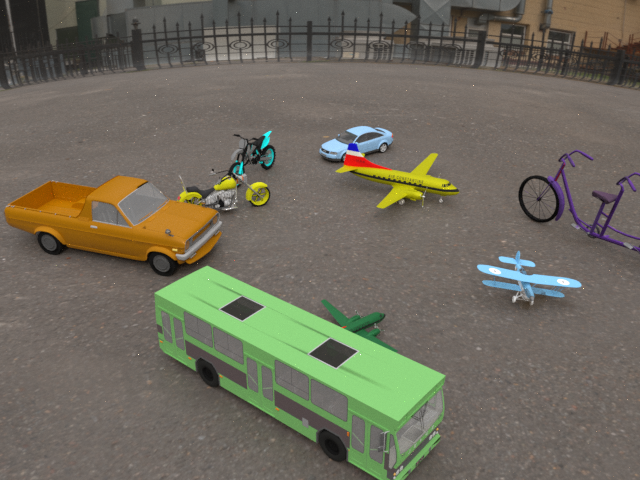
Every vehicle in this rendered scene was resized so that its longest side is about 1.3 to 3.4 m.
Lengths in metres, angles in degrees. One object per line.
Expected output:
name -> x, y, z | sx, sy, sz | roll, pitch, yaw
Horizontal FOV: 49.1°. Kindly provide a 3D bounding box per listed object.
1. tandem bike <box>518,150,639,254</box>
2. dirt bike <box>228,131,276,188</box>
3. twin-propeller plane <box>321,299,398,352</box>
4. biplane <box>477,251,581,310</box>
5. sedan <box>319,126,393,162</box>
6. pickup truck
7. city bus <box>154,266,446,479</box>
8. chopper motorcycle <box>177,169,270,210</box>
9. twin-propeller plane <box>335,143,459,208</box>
tandem bike -> 4.194, -0.436, 10.062 | 0.550, 1.326, 3.192 | -20, 34, -33
dirt bike -> -1.218, -1.511, 12.607 | 0.527, 0.857, 1.493 | 14, 31, 25
twin-propeller plane -> 0.370, 1.012, 8.298 | 1.095, 0.407, 1.370 | -20, 33, -32
biplane -> 2.679, 0.510, 9.147 | 1.336, 0.504, 1.090 | 1, 28, 3
sedan -> 0.723, -1.942, 13.825 | 1.613, 0.483, 0.635 | -18, 33, -31
pickup truck -> -3.036, -0.360, 10.275 | 3.117, 0.993, 1.244 | 9, 29, 17
city bus -> -0.335, 1.297, 7.233 | 3.255, 0.894, 0.926 | 21, 34, 34
chopper motorcycle -> -1.560, -0.805, 11.369 | 1.563, 0.761, 0.466 | -12, 30, -22
twin-propeller plane -> 1.365, -1.141, 11.974 | 2.129, 0.792, 2.663 | 13, 31, 24
